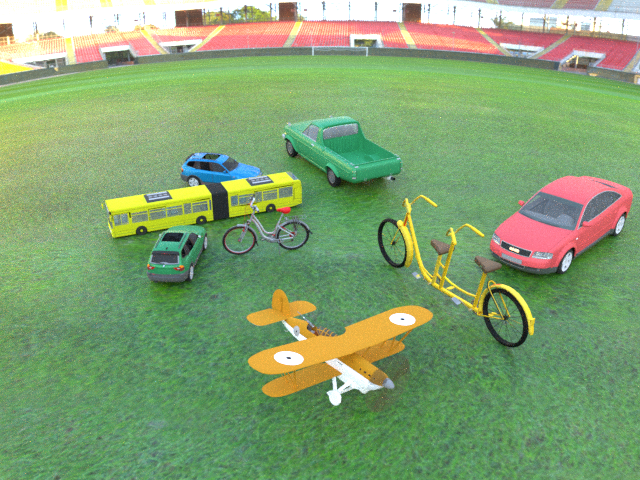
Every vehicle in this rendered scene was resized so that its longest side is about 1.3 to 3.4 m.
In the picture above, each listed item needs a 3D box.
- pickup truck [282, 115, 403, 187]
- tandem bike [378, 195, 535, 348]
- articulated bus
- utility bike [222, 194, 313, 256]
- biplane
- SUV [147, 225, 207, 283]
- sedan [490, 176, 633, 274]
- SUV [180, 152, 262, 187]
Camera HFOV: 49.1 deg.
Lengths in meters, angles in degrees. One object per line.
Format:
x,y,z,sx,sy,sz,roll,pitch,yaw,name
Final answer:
0.372,-1.909,14.146,1.244,0.993,3.117,-14,30,-25,pickup truck
1.725,0.285,9.508,0.550,1.326,3.192,-15,31,-27,tandem bike
-1.977,-0.641,12.148,3.401,0.561,0.605,-11,29,-21,articulated bus
-0.805,-0.194,10.856,1.435,0.946,0.535,-5,28,-10,utility bike
0.115,1.201,8.101,2.598,0.981,2.120,-21,34,-35,biplane
-2.163,0.117,10.651,0.656,0.580,1.572,2,27,4,SUV
3.930,-0.390,11.245,1.235,0.940,3.137,24,36,39,sedan
-1.900,-1.328,13.466,1.572,0.580,0.656,6,28,12,SUV
